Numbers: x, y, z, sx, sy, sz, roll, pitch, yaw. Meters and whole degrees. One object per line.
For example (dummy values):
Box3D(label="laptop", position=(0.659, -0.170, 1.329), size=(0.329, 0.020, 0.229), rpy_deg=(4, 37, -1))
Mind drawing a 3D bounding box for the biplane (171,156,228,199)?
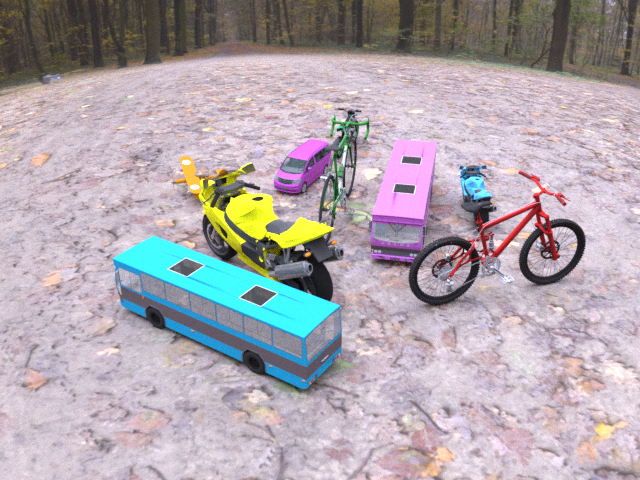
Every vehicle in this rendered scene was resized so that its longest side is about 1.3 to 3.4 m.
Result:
Box3D(label="biplane", position=(-2.285, -1.144, 13.340), size=(1.090, 0.504, 1.336), rpy_deg=(-9, 31, -16))

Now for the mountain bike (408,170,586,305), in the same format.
Box3D(label="mountain bike", position=(2.612, 0.053, 10.014), size=(2.857, 1.688, 1.114), rpy_deg=(-9, 31, -15))

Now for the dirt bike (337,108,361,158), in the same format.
Box3D(label="dirt bike", position=(0.584, -2.372, 15.158), size=(0.527, 0.857, 1.493), rpy_deg=(11, 31, 18))

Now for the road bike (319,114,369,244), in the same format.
Box3D(label="road bike", position=(0.344, -1.150, 12.179), size=(0.696, 1.656, 3.004), rpy_deg=(7, 30, 12))

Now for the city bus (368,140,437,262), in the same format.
Box3D(label="city bus", position=(1.510, -0.741, 12.229), size=(0.926, 0.894, 3.255), rpy_deg=(6, 30, 10))

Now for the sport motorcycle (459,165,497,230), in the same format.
Box3D(label="sport motorcycle", position=(2.755, -0.786, 12.384), size=(0.506, 0.821, 1.520), rpy_deg=(-1, 29, -2))

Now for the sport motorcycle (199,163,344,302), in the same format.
Box3D(label="sport motorcycle", position=(-0.854, -0.056, 10.301), size=(0.983, 1.596, 2.955), rpy_deg=(-25, 38, -37))

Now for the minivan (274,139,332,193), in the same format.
Box3D(label="minivan", position=(-0.331, -1.455, 13.778), size=(0.681, 0.616, 1.548), rpy_deg=(14, 32, 23))

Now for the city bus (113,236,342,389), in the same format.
Box3D(label="city bus", position=(-1.290, 0.913, 9.298), size=(3.255, 0.894, 0.926), rpy_deg=(18, 34, 29))
